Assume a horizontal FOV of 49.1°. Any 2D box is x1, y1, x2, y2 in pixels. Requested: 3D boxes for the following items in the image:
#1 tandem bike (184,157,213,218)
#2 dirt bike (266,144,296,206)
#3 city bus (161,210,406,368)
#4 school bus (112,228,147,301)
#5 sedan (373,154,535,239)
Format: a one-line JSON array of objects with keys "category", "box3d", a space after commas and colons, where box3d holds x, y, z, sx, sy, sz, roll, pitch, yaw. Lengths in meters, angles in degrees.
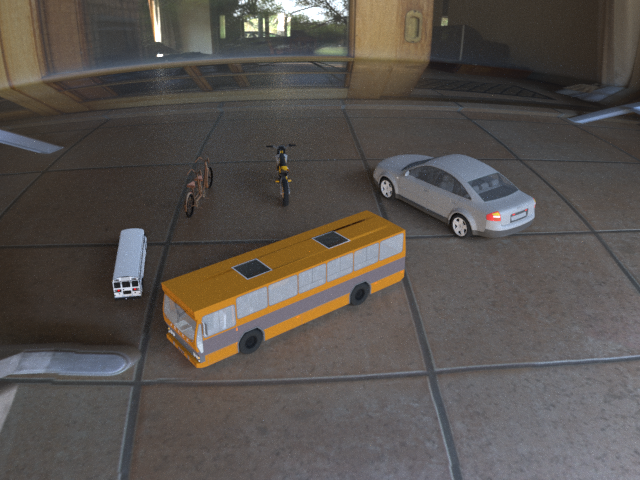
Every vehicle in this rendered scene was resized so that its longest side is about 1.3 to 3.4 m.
[{"category": "tandem bike", "box3d": [-2.090, -0.964, 12.076, 0.283, 0.682, 1.642, 4, 28, 7]}, {"category": "dirt bike", "box3d": [-0.669, -1.224, 12.379, 0.527, 0.857, 1.493, -3, 28, -6]}, {"category": "city bus", "box3d": [-0.352, 0.567, 8.961, 3.255, 0.894, 0.926, -20, 34, -33]}, {"category": "school bus", "box3d": [-2.694, 0.283, 9.988, 0.365, 0.434, 1.708, -5, 28, -9]}, {"category": "sedan", "box3d": [2.151, -0.935, 11.746, 1.235, 0.940, 3.137, -18, 33, -31]}]
